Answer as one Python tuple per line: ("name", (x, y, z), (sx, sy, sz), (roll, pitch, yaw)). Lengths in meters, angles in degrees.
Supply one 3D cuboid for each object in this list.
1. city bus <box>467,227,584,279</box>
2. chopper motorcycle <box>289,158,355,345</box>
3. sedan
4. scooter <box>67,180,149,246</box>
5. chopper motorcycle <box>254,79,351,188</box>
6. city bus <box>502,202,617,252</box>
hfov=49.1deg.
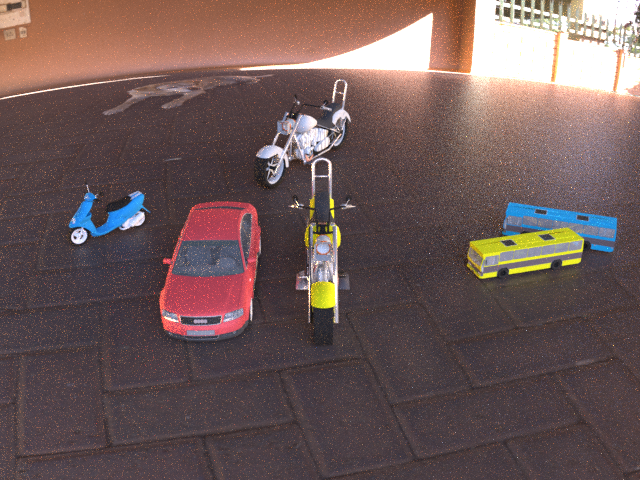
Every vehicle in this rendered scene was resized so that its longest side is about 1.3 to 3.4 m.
("city bus", (3.023, 0.204, 10.315), (1.674, 0.460, 0.476), (-8, 28, -15))
("chopper motorcycle", (0.028, 0.065, 9.475), (0.906, 1.480, 3.040), (0, 27, 0))
("sedan", (-1.470, 0.238, 9.727), (1.235, 0.940, 3.137), (-1, 27, -1))
("scooter", (-3.385, -0.482, 11.140), (1.399, 0.919, 0.662), (-21, 34, -35))
("chopper motorcycle", (-0.298, -2.119, 13.691), (0.906, 1.480, 3.040), (16, 32, 29))
("city bus", (3.780, -0.192, 11.079), (1.674, 0.460, 0.476), (10, 29, 19))
